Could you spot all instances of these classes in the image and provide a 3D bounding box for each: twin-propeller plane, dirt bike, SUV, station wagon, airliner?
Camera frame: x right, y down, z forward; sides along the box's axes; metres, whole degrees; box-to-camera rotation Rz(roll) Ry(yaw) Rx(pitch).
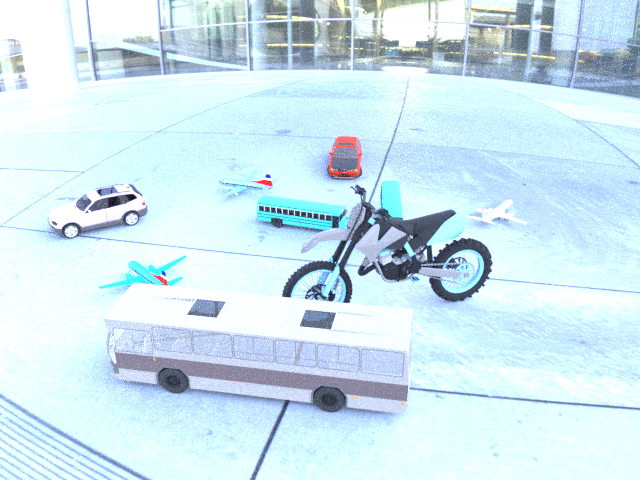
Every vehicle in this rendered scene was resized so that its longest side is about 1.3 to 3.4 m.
[{"bbox_3d":[-2.388,0.443,9.696,1.370,0.407,1.095,-22,34,-37],"label":"twin-propeller plane"},{"bbox_3d":[0.915,0.207,8.751,2.903,1.666,1.024,-9,28,-17],"label":"dirt bike"},{"bbox_3d":[-3.629,-0.510,11.434,1.572,0.580,0.656,-14,30,-26],"label":"SUV"},{"bbox_3d":[-1.356,-1.062,12.750,1.095,0.407,1.370,9,28,18],"label":"twin-propeller plane"},{"bbox_3d":[0.514,-1.680,13.928,0.682,0.473,1.597,2,26,4],"label":"station wagon"},{"bbox_3d":[2.959,-0.554,11.694,1.161,0.429,1.307,18,32,33],"label":"airliner"}]

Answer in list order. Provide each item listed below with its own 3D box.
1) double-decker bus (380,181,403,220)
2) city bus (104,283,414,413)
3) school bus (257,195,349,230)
[{"bbox_3d":[1.149,-0.418,11.291,0.389,0.541,1.672,2,26,3],"label":"double-decker bus"},{"bbox_3d":[-0.635,1.182,7.646,3.255,0.894,0.926,5,27,9],"label":"city bus"},{"bbox_3d":[-0.182,-0.393,11.362,1.708,0.434,0.365,9,28,17],"label":"school bus"}]
